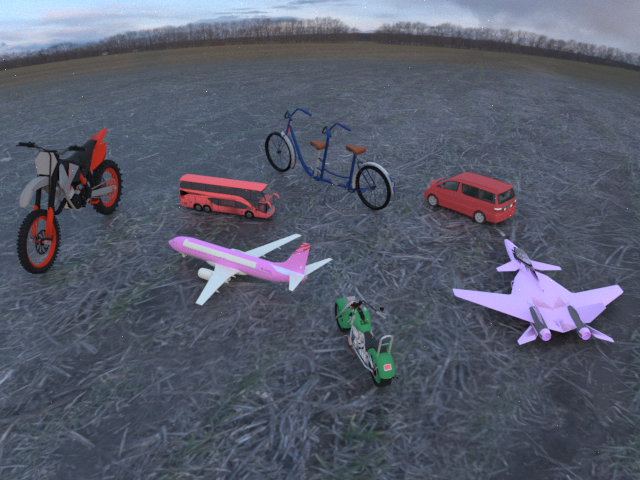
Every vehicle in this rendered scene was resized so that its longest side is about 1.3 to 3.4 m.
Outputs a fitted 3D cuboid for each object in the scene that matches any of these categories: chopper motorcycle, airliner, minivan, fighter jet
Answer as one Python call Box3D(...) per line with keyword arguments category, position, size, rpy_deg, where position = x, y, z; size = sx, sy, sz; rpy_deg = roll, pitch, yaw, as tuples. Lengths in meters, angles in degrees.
Box3D(category="chopper motorcycle", position=(0.483, 1.019, 8.018), size=(0.466, 0.761, 1.563), rpy_deg=(-9, 29, -16))
Box3D(category="airliner", position=(-1.160, 0.126, 9.654), size=(2.541, 0.835, 2.257), rpy_deg=(16, 32, 28))
Box3D(category="minivan", position=(2.463, -0.772, 11.617), size=(0.681, 0.616, 1.548), rpy_deg=(-24, 36, -38))
Box3D(category="fighter jet", position=(2.859, 0.448, 9.337), size=(2.229, 0.557, 2.640), rpy_deg=(-1, 28, -2))

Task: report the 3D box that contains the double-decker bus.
Box3D(category="double-decker bus", position=(-1.521, -0.720, 11.599), size=(1.672, 0.541, 0.389), rpy_deg=(8, 29, 16))

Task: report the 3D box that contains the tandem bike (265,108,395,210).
Box3D(category="tandem bike", position=(0.078, -1.483, 12.214), size=(0.550, 1.326, 3.192), rpy_deg=(-24, 36, -39))

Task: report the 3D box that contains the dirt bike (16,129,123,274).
Box3D(category="dirt bike", position=(-3.690, -0.750, 10.437), size=(1.024, 1.666, 2.903), rpy_deg=(5, 28, 10))
